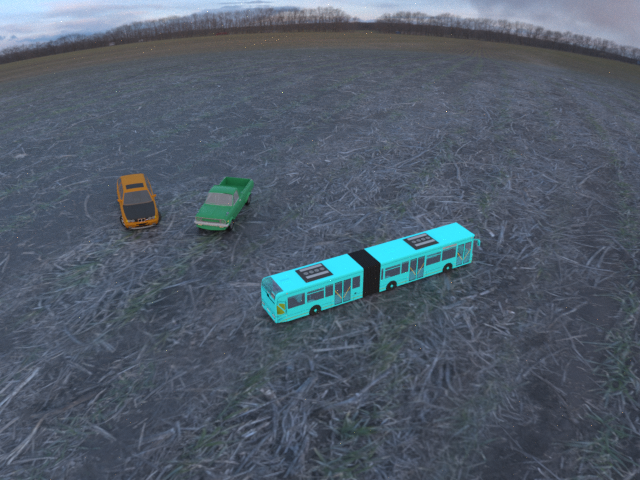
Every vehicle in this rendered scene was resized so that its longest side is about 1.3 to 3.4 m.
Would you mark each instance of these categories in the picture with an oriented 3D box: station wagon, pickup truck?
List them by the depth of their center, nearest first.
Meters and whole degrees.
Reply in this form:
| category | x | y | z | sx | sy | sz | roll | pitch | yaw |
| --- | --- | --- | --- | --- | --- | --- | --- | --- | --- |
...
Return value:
| category | x | y | z | sx | sy | sz | roll | pitch | yaw |
| --- | --- | --- | --- | --- | --- | --- | --- | --- | --- |
| pickup truck | -1.648 | -0.699 | 12.198 | 0.640 | 0.511 | 1.603 | 6 | 31 | 11 |
| station wagon | -3.217 | -0.724 | 12.278 | 0.682 | 0.473 | 1.597 | -10 | 31 | -16 |

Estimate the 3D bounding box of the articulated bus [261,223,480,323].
| category | x | y | z | sx | sy | sz | roll | pitch | yaw |
| --- | --- | --- | --- | --- | --- | --- | --- | --- | --- |
| articulated bus | 0.791 | 0.435 | 10.188 | 3.401 | 0.561 | 0.605 | -15 | 33 | -24 |
